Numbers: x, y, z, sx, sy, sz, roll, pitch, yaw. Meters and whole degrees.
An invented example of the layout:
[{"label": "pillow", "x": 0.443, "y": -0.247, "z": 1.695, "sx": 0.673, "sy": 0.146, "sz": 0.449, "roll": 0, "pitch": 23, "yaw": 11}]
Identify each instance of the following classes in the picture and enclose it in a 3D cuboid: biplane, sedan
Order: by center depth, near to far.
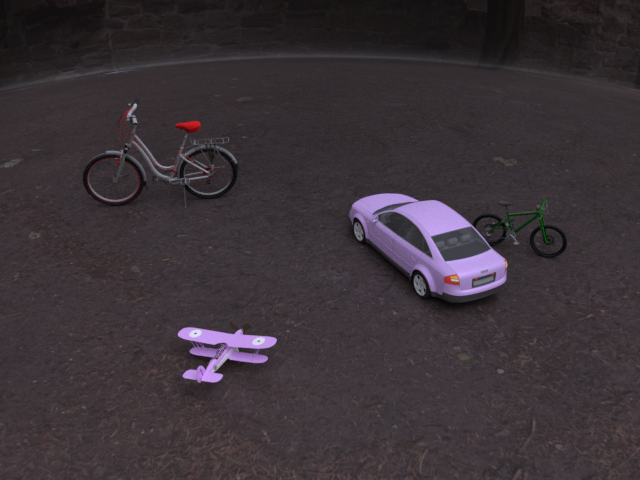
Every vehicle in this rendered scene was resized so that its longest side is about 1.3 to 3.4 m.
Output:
[{"label": "biplane", "x": -1.198, "y": 1.373, "z": 8.394, "sx": 1.336, "sy": 0.504, "sz": 1.090, "roll": 11, "pitch": 31, "yaw": 20}, {"label": "sedan", "x": 1.531, "y": -0.098, "z": 10.628, "sx": 1.235, "sy": 0.940, "sz": 3.137, "roll": -13, "pitch": 31, "yaw": -23}]

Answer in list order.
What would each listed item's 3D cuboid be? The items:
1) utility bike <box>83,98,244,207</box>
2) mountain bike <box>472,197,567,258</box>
[{"label": "utility bike", "x": -2.732, "y": -1.429, "z": 12.124, "sx": 2.791, "sy": 1.839, "sz": 1.039, "roll": -5, "pitch": 29, "yaw": -9}, {"label": "mountain bike", "x": 3.111, "y": -0.207, "z": 10.903, "sx": 1.469, "sy": 0.868, "sz": 0.573, "roll": 12, "pitch": 31, "yaw": 21}]
